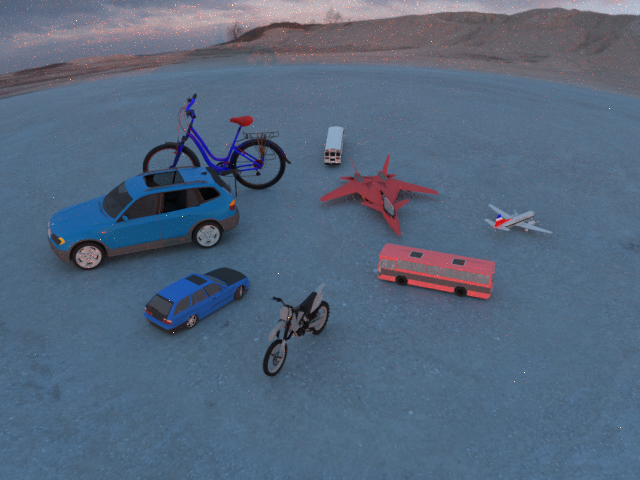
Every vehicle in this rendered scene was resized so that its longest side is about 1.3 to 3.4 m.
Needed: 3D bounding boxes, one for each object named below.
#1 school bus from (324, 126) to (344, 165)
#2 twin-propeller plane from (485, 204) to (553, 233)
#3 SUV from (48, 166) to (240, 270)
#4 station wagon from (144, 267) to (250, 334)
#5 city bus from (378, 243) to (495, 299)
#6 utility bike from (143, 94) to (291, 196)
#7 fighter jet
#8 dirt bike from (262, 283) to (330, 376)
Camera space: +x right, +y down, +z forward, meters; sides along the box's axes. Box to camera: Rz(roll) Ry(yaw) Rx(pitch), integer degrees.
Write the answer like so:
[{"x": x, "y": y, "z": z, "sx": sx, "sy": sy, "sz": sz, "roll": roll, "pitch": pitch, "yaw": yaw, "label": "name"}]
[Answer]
[{"x": 0.319, "y": -2.077, "z": 15.224, "sx": 0.365, "sy": 0.434, "sz": 1.708, "roll": 2, "pitch": 28, "yaw": 4, "label": "school bus"}, {"x": 3.373, "y": -0.378, "z": 12.057, "sx": 1.095, "sy": 0.407, "sz": 1.370, "roll": -19, "pitch": 33, "yaw": -31, "label": "twin-propeller plane"}, {"x": -2.862, "y": -0.454, "z": 11.432, "sx": 3.058, "sy": 1.128, "sz": 1.276, "roll": -11, "pitch": 30, "yaw": -19, "label": "SUV"}, {"x": -1.697, "y": 0.746, "z": 9.874, "sx": 0.682, "sy": 0.473, "sz": 1.597, "roll": 21, "pitch": 34, "yaw": 34, "label": "station wagon"}, {"x": 1.720, "y": 0.471, "z": 10.406, "sx": 1.674, "sy": 0.460, "sz": 0.476, "roll": 10, "pitch": 30, "yaw": 18, "label": "city bus"}, {"x": -1.921, "y": -1.685, "z": 12.991, "sx": 2.791, "sy": 1.839, "sz": 1.039, "roll": -4, "pitch": 28, "yaw": -7, "label": "utility bike"}, {"x": 1.142, "y": -0.839, "z": 12.764, "sx": 2.229, "sy": 0.557, "sz": 2.640, "roll": -4, "pitch": 28, "yaw": -7, "label": "fighter jet"}, {"x": -0.274, "y": 1.071, "z": 8.853, "sx": 0.527, "sy": 0.857, "sz": 1.493, "roll": 16, "pitch": 32, "yaw": 27, "label": "dirt bike"}]
